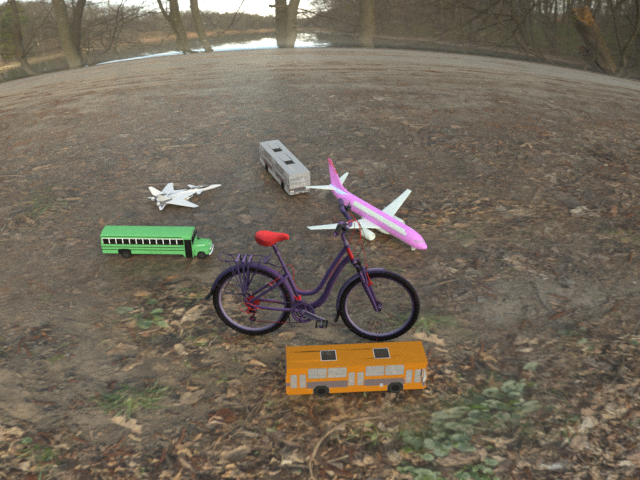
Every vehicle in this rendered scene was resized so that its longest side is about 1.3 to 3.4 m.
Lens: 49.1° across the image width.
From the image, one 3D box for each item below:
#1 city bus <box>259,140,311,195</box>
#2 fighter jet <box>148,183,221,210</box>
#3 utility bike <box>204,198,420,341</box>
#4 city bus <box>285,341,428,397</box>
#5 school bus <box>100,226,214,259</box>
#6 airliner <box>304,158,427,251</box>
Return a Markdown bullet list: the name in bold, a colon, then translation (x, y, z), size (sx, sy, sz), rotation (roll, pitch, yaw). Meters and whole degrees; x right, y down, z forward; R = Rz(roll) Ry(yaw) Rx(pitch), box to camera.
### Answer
- **city bus**: translation (-0.693, -1.385, 13.352), size (0.476, 0.460, 1.674), rotation (-12, 33, -20)
- **fighter jet**: translation (-2.402, -0.917, 12.727), size (1.358, 0.286, 1.147), rotation (-19, 35, -29)
- **utility bike**: translation (-0.106, 0.424, 8.923), size (2.791, 1.839, 1.039), rotation (2, 31, 4)
- **city bus**: translation (0.420, 1.546, 8.377), size (1.674, 0.460, 0.476), rotation (-2, 31, -3)
- **school bus**: translation (-2.542, 0.024, 10.985), size (1.708, 0.434, 0.365), rotation (1, 31, 1)
- **airliner**: translation (0.883, -0.586, 11.625), size (2.257, 0.835, 2.541), rotation (-21, 37, -32)
